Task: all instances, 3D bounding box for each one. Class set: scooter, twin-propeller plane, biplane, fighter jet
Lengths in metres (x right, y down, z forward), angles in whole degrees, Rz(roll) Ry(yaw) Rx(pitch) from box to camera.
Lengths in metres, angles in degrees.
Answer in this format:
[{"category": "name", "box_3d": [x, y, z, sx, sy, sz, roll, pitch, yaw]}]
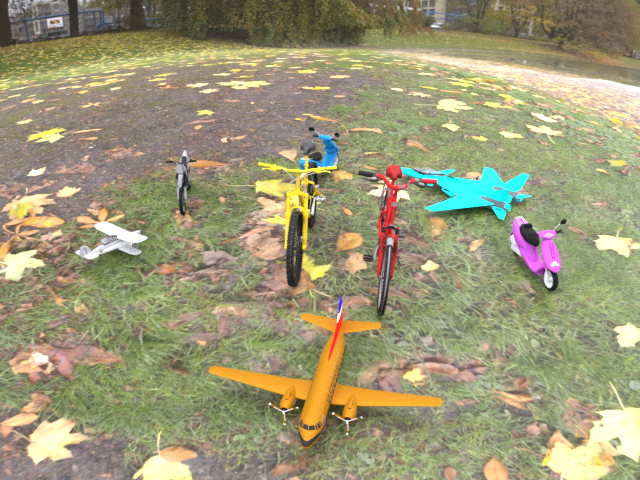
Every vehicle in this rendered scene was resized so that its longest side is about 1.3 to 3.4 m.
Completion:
[{"category": "scooter", "box_3d": [-0.006, -1.586, 13.187, 0.662, 0.919, 1.399, 17, 34, 26]}, {"category": "twin-propeller plane", "box_3d": [0.067, 1.483, 7.963, 2.663, 0.792, 2.129, 6, 30, 10]}, {"category": "scooter", "box_3d": [3.185, 0.053, 10.329, 0.662, 0.919, 1.399, -6, 30, -11]}, {"category": "biplane", "box_3d": [-3.190, 0.056, 10.741, 1.336, 0.504, 1.090, 26, 39, 37]}, {"category": "fighter jet", "box_3d": [2.407, -1.133, 12.761, 2.640, 0.557, 2.229, 22, 36, 33]}]

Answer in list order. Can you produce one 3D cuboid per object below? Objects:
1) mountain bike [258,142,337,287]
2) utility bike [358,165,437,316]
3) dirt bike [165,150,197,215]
[{"category": "mountain bike", "box_3d": [-0.258, -0.572, 10.647, 1.114, 1.688, 2.857, 3, 30, 6]}, {"category": "utility bike", "box_3d": [1.056, -0.262, 9.954, 1.039, 1.839, 2.791, 3, 30, 5]}, {"category": "dirt bike", "box_3d": [-2.400, -1.077, 12.362, 0.527, 0.857, 1.493, -2, 30, -4]}]
